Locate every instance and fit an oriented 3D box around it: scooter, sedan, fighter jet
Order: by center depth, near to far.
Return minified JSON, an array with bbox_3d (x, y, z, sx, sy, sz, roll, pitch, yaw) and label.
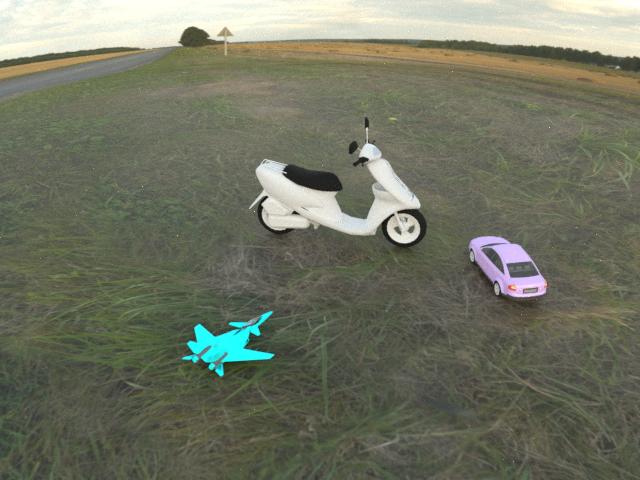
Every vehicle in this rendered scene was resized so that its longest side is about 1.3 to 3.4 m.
[{"bbox_3d":[-0.971,1.091,8.341,1.147,0.286,1.358,17,32,29],"label":"fighter jet"},{"bbox_3d":[2.558,0.301,9.653,0.635,0.483,1.613,-5,28,-9],"label":"sedan"},{"bbox_3d":[0.255,-0.802,10.369,2.721,1.786,1.288,6,28,11],"label":"scooter"}]
